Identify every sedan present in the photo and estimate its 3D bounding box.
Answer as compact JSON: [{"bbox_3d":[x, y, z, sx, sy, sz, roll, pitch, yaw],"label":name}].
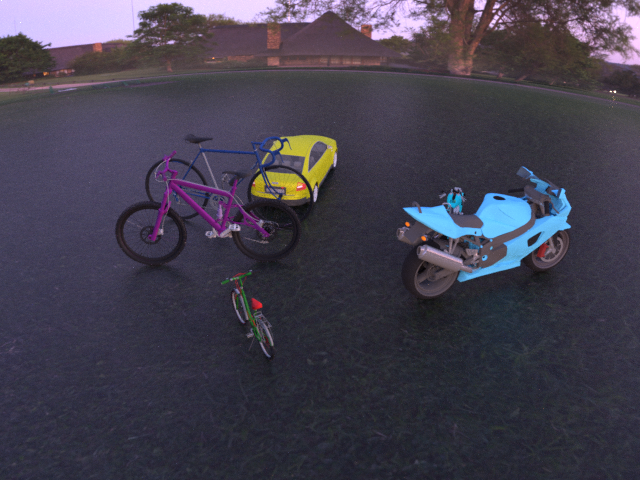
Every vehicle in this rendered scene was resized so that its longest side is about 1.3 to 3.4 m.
[{"bbox_3d":[-0.443,-1.553,13.737,1.235,0.940,3.137,6,28,12],"label":"sedan"}]

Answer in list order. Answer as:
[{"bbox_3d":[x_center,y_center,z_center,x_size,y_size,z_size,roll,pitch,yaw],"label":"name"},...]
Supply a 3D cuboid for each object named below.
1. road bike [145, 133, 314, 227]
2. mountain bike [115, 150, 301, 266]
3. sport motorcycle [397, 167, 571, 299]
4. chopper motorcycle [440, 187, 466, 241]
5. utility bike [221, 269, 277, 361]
[{"bbox_3d":[-1.585,-1.028,11.955,3.004,1.656,0.697,5,28,9],"label":"road bike"},{"bbox_3d":[-1.715,-0.389,10.696,2.857,1.688,1.114,-2,28,-3],"label":"mountain bike"},{"bbox_3d":[2.480,-0.058,10.159,2.955,1.596,0.983,-11,29,-20],"label":"sport motorcycle"},{"bbox_3d":[2.286,-0.563,12.032,0.466,0.761,1.563,10,29,18],"label":"chopper motorcycle"},{"bbox_3d":[-0.927,0.926,8.976,0.535,0.946,1.435,-14,30,-24],"label":"utility bike"}]
